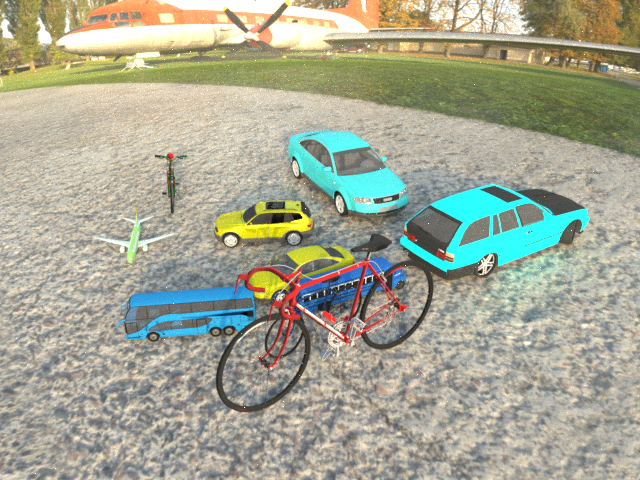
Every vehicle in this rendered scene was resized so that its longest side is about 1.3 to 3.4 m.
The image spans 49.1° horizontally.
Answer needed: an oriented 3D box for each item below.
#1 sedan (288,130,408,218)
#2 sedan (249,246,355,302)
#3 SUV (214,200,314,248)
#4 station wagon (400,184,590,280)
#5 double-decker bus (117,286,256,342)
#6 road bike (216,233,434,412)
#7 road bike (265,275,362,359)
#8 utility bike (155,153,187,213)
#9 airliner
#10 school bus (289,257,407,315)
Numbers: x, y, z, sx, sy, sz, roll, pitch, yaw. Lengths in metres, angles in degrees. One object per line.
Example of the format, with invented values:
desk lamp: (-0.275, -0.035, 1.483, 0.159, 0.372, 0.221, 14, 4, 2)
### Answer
sedan: (0.442, -1.331, 12.532, 1.235, 0.940, 3.137, -13, 30, -23)
sedan: (-0.268, 0.410, 9.688, 1.613, 0.483, 0.635, -15, 31, -26)
SUV: (-0.872, -0.288, 10.921, 1.572, 0.580, 0.656, -2, 28, -3)
station wagon: (2.731, -0.303, 10.582, 3.105, 0.920, 1.327, -17, 32, -29)
double-decker bus: (-1.632, 0.908, 8.671, 1.672, 0.541, 0.389, -4, 28, -7)
road bike: (0.173, 0.810, 7.655, 3.004, 1.656, 0.696, -19, 33, -32)
road bike: (-0.051, 0.864, 8.421, 1.545, 0.852, 0.358, -22, 35, -36)
utility bike: (-2.535, -1.101, 12.084, 0.535, 0.946, 1.435, -6, 28, -11)
airliner: (-2.844, -0.082, 10.690, 1.161, 0.429, 1.307, -3, 28, -6)
school bus: (0.413, 0.588, 9.401, 1.708, 0.434, 0.365, -14, 31, -25)
